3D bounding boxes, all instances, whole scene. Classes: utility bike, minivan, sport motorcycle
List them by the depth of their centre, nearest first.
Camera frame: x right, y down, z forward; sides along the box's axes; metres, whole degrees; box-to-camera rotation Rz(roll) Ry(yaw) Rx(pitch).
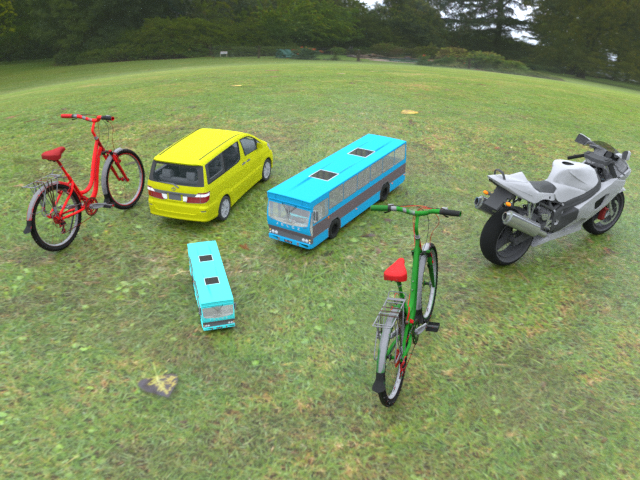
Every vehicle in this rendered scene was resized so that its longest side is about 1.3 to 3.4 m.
[{"bbox_3d":[0.954,0.563,8.007,1.039,1.839,2.791,10,29,18],"label":"utility bike"},{"bbox_3d":[3.578,-0.583,10.491,2.955,1.596,0.983,-15,31,-26],"label":"sport motorcycle"},{"bbox_3d":[-3.793,-1.039,11.109,1.039,1.839,2.791,12,29,21],"label":"utility bike"},{"bbox_3d":[-1.836,-1.319,12.352,1.324,1.197,3.011,9,29,16],"label":"minivan"}]

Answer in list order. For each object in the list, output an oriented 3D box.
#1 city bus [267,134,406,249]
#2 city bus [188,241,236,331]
[{"bbox_3d":[0.379,-0.870,11.813,0.926,0.894,3.255,16,31,28],"label":"city bus"},{"bbox_3d":[-1.485,0.596,9.446,0.476,0.460,1.674,-7,28,-14],"label":"city bus"}]
